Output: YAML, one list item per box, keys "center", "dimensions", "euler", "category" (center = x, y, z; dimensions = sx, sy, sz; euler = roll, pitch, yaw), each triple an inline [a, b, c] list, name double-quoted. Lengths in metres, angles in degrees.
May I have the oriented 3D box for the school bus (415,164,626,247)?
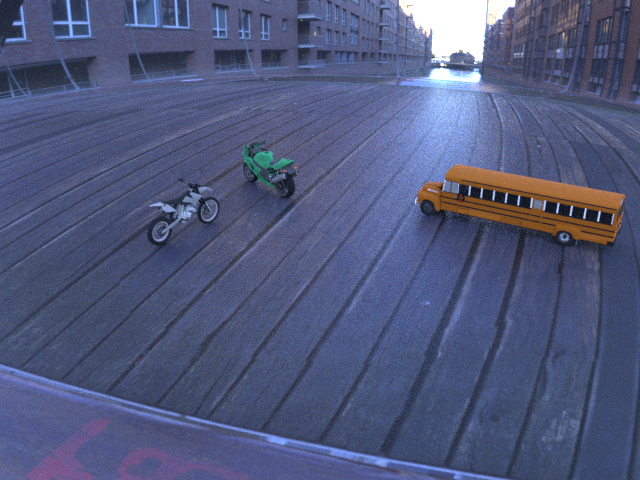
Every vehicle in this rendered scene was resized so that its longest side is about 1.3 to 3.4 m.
- center: [3.189, -0.617, 11.528]
  dimensions: [3.322, 0.844, 0.709]
  euler: [14, 30, 27]
  category: "school bus"

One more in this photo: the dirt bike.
- center: [-2.192, -0.494, 11.263]
  dimensions: [0.527, 0.857, 1.493]
  euler: [20, 32, 35]
  category: "dirt bike"

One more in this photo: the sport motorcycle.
- center: [-0.965, -1.324, 13.005]
  dimensions: [0.506, 0.821, 1.520]
  euler: [-21, 33, -36]
  category: "sport motorcycle"
